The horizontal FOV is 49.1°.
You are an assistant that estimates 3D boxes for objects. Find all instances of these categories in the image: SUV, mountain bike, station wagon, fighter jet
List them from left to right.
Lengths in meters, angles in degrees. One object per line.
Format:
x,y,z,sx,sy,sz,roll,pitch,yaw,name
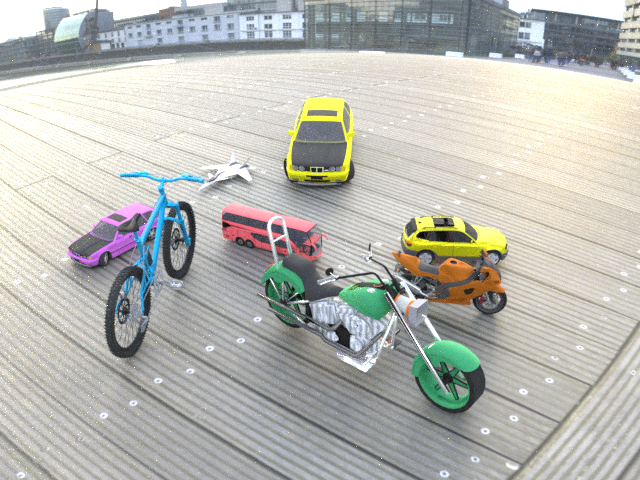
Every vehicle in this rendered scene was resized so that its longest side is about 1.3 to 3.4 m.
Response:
-3.082,-0.122,10.651,0.682,0.473,1.597,18,34,29,station wagon
-2.100,0.162,8.884,1.114,1.688,2.857,5,29,8,mountain bike
-1.805,-1.241,12.865,1.147,0.286,1.358,16,33,26,fighter jet
0.039,-2.013,13.606,1.327,0.920,3.105,2,29,3,station wagon
1.988,-0.018,10.352,1.572,0.580,0.656,0,29,1,SUV

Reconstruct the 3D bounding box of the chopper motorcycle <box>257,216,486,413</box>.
0.496,0.795,7.955,3.040,1.480,0.906,22,36,34,chopper motorcycle

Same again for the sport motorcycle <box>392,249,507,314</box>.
1.671,0.547,9.083,1.520,0.821,0.506,6,29,10,sport motorcycle

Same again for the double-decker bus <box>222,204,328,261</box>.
-0.711,-0.110,10.559,1.672,0.541,0.389,14,32,24,double-decker bus
